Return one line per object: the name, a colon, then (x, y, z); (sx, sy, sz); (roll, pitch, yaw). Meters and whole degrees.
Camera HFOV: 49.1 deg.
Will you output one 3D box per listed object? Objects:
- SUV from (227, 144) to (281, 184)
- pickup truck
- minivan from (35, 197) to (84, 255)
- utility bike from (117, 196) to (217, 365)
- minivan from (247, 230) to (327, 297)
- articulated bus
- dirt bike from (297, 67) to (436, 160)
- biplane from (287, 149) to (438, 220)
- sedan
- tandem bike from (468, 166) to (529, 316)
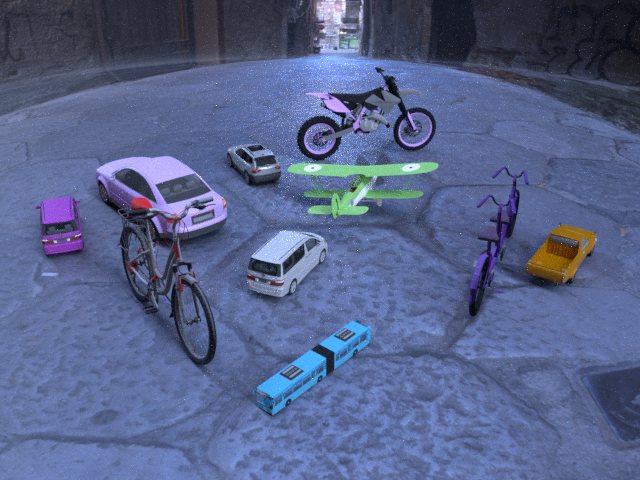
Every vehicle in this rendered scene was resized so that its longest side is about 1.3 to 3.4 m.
SUV: (-1.264, -1.543, 13.274); (0.656, 0.580, 1.572); (-13, 31, -23)
pickup truck: (3.525, 0.154, 10.163); (0.640, 0.511, 1.603); (18, 33, 30)
minivan: (-4.066, -0.325, 10.951); (0.681, 0.616, 1.548); (-10, 30, -18)
utility bike: (-1.884, 0.229, 8.611); (1.039, 1.839, 2.791); (-18, 33, -31)
minivan: (-0.434, 0.224, 9.921); (0.681, 0.616, 1.548); (13, 31, 22)
articulated bus: (-0.039, 1.421, 8.023); (0.311, 0.289, 1.749); (22, 35, 35)
dirt bike: (0.954, -2.465, 13.848); (2.903, 1.666, 1.024); (-7, 29, -12)
biplane: (0.547, -0.816, 11.485); (2.598, 0.981, 2.120); (11, 30, 19)
sedan: (-2.730, -0.885, 11.657); (1.235, 0.940, 3.137); (-21, 35, -34)
tandem bike: (2.505, -0.126, 9.822); (0.550, 1.326, 3.192); (12, 30, 21)
